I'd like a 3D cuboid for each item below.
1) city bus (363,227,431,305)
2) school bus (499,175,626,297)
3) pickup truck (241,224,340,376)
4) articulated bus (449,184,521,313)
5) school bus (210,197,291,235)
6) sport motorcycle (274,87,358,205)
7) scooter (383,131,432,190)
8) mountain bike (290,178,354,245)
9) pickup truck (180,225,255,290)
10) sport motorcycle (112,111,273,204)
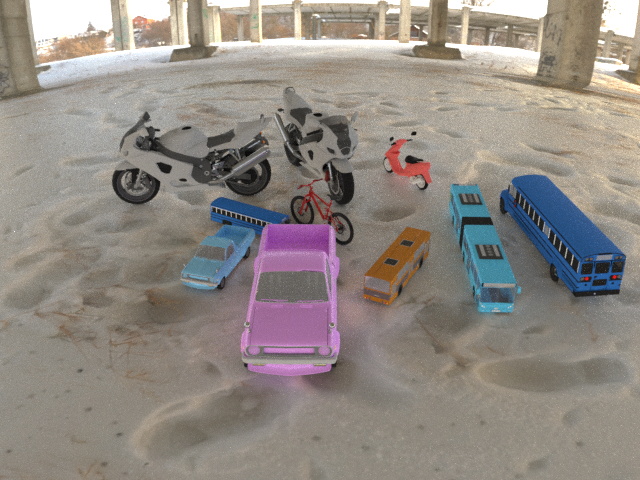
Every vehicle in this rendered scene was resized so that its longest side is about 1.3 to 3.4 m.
[{"bbox_3d":[1.180,0.381,10.501,0.476,0.460,1.674,14,32,24],"label":"city bus"},{"bbox_3d":[3.728,-0.224,11.209,0.709,0.844,3.322,-3,29,-6],"label":"school bus"},{"bbox_3d":[-0.347,0.595,9.552,1.244,0.993,3.117,0,29,1],"label":"pickup truck"},{"bbox_3d":[2.499,0.011,11.073,0.605,0.561,3.401,1,29,2],"label":"articulated bus"},{"bbox_3d":[-1.076,-0.316,11.806,1.708,0.434,0.365,16,32,27],"label":"school bus"},{"bbox_3d":[-0.068,-1.849,13.401,0.983,1.596,2.955,-12,31,-22],"label":"sport motorcycle"},{"bbox_3d":[1.690,-1.569,13.596,0.662,0.919,1.399,-17,33,-29],"label":"scooter"},{"bbox_3d":[0.017,-0.476,11.644,0.573,0.868,1.469,-25,37,-38],"label":"mountain bike"},{"bbox_3d":[-1.546,0.197,10.784,0.640,0.511,1.603,8,30,15],"label":"pickup truck"},{"bbox_3d":[-2.302,-1.469,12.705,2.955,1.596,0.983,-5,29,-10],"label":"sport motorcycle"}]
